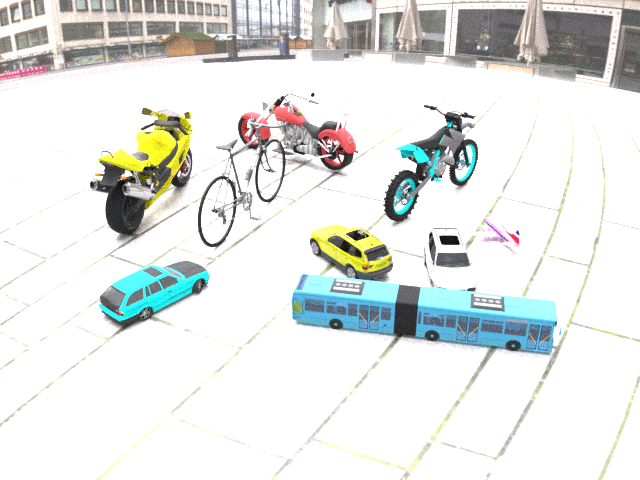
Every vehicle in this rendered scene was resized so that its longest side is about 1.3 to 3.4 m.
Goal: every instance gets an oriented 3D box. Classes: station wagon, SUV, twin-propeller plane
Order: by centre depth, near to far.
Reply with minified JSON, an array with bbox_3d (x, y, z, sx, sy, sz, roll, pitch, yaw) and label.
[{"bbox_3d":[-2.288,0.633,9.814,0.682,0.473,1.597,23,35,36],"label":"station wagon"},{"bbox_3d":[1.898,0.332,10.266,0.656,0.580,1.572,1,28,1],"label":"SUV"},{"bbox_3d":[0.459,0.097,10.707,0.656,0.580,1.572,-18,33,-30],"label":"SUV"},{"bbox_3d":[2.964,-0.177,11.406,1.370,0.407,1.095,-8,29,-14],"label":"twin-propeller plane"}]

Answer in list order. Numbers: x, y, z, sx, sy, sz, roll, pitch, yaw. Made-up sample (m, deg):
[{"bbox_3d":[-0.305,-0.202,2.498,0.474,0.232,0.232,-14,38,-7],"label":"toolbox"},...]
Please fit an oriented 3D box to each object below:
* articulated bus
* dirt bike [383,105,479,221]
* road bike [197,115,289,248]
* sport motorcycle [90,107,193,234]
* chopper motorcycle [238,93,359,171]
[{"bbox_3d":[1.333,0.940,9.142,3.401,0.561,0.605,6,29,10],"label":"articulated bus"},{"bbox_3d":[2.056,-1.446,12.451,1.024,1.666,2.903,23,35,36],"label":"dirt bike"},{"bbox_3d":[-1.253,-1.066,11.749,0.696,1.656,3.004,11,30,21],"label":"road bike"},{"bbox_3d":[-2.952,-1.290,12.233,0.983,1.596,2.955,8,29,14],"label":"sport motorcycle"},{"bbox_3d":[-0.538,-2.354,14.356,3.040,1.480,0.906,21,34,34],"label":"chopper motorcycle"}]
